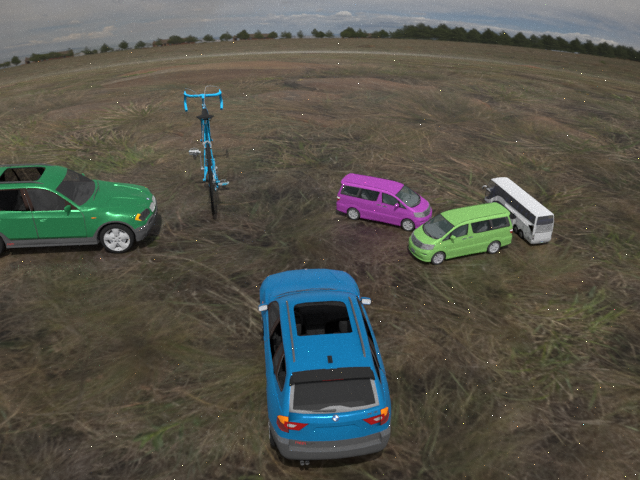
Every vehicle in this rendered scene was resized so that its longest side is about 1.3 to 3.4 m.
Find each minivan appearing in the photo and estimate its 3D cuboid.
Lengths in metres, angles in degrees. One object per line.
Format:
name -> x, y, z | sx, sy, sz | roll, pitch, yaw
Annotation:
minivan -> 1.056, -0.632, 11.391 | 1.548, 0.616, 0.681 | 13, 31, 22
minivan -> 2.092, -0.118, 10.445 | 1.548, 0.616, 0.681 | -10, 30, -18

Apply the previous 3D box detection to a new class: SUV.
SUV -> -4.054, -0.520, 10.648 | 3.058, 1.128, 1.276 | -3, 29, -5
SUV -> -0.017, 1.087, 7.691 | 1.276, 1.128, 3.058 | -3, 29, -6

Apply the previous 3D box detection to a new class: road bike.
road bike -> -1.959, -1.641, 12.157 | 0.697, 1.656, 3.004 | -5, 29, -9

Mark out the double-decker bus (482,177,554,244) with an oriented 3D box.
double-decker bus -> 3.159, -0.511, 11.247 | 0.389, 0.541, 1.672 | -7, 29, -13
